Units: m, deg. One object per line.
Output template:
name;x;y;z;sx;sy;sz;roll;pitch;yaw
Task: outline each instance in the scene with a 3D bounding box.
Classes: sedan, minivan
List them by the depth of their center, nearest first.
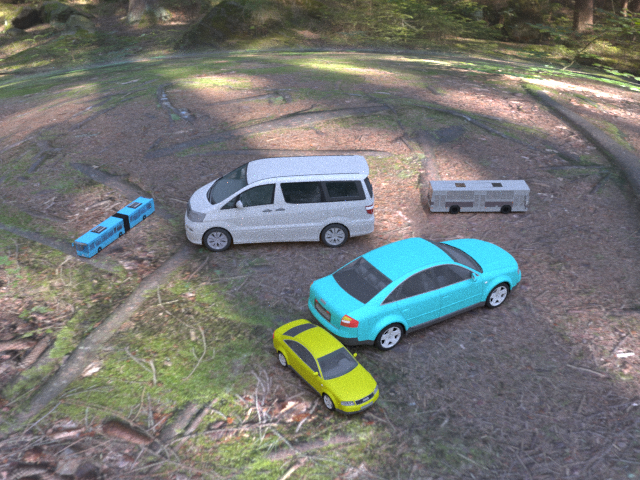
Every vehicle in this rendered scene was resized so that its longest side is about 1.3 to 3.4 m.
sedan;0.048;1.420;8.232;0.635;0.483;1.613;-20;35;-31
sedan;1.343;0.514;9.372;3.137;0.940;1.235;-16;33;-26
minivan;-0.651;-0.636;11.146;3.011;1.197;1.324;-2;30;-4

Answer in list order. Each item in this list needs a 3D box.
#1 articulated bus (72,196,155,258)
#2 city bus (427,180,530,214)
articulated bus;-3.299;-0.236;11.362;0.311;0.289;1.749;12;32;20
city bus;2.720;-0.740;12.080;1.674;0.460;0.476;0;29;-1
